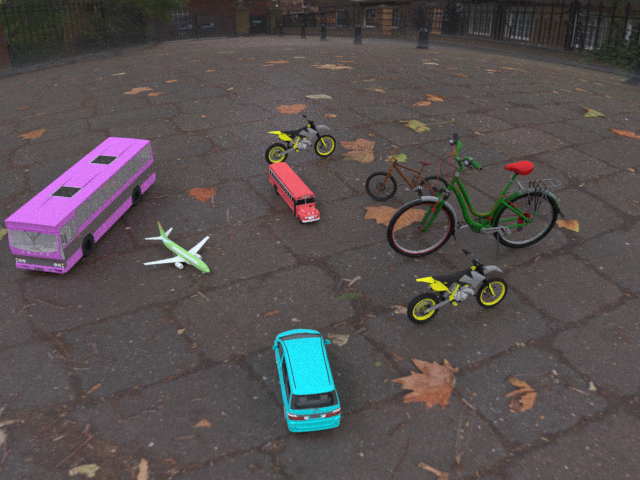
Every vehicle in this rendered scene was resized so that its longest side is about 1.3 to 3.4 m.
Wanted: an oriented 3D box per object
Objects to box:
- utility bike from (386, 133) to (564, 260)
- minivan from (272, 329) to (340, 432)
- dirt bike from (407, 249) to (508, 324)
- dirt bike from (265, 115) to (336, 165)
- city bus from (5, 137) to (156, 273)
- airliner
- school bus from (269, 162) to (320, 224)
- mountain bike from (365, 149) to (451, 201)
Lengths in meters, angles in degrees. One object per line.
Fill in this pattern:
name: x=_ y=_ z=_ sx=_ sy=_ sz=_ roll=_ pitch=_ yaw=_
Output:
utility bike: x=2.372 y=-0.533 z=10.205 sx=2.791 sy=1.839 sz=1.039 roll=-5 pitch=31 yaw=-9
minivan: x=-0.171 y=1.474 z=7.976 sx=0.681 sy=0.616 sz=1.548 roll=-5 pitch=31 yaw=-8
dirt bike: x=1.830 y=0.632 z=9.181 sx=1.493 sy=0.857 sz=0.527 roll=-10 pitch=32 yaw=-17
dirt bike: x=-0.370 y=-1.924 z=13.567 sx=1.493 sy=0.857 sz=0.527 roll=-12 pitch=32 yaw=-20
city bus: x=-3.717 y=-0.638 z=11.322 sx=0.926 sy=0.894 sz=3.255 roll=6 pitch=31 yaw=10
airliner: x=-2.060 y=0.122 z=10.480 sx=1.161 sy=0.429 sz=1.307 roll=-26 pitch=39 yaw=-37
school bus: x=-0.453 y=-0.825 z=12.100 sx=0.365 sy=0.434 sz=1.708 roll=-12 pitch=32 yaw=-19
mountain bike: x=1.511 y=-1.024 z=12.012 sx=1.469 sy=0.868 sz=0.573 roll=5 pitch=31 yaw=9
